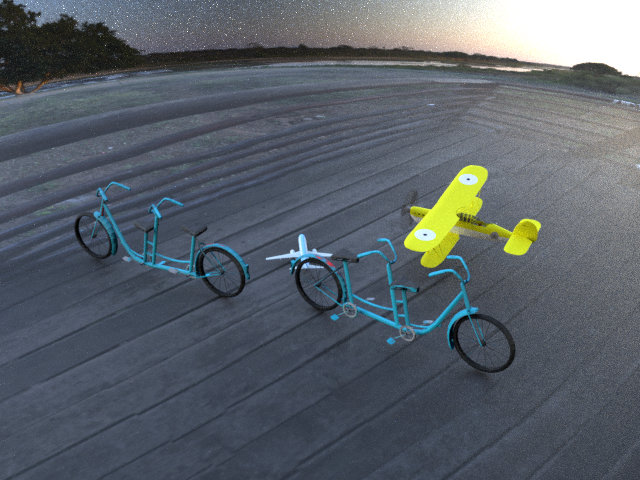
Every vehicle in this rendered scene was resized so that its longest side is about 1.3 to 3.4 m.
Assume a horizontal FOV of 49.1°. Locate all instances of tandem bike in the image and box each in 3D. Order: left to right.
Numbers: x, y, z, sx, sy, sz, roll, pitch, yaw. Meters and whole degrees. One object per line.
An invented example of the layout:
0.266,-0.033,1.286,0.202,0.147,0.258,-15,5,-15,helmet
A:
-2.361,-0.039,9.981,3.192,1.326,0.550,14,30,25,tandem bike
0.912,0.646,8.643,3.192,1.326,0.550,18,32,31,tandem bike

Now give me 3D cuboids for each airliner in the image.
-0.246,0.113,10.670,1.161,0.429,1.307,-2,27,-4,airliner

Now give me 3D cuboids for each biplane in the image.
2.244,-0.210,10.695,2.120,0.981,2.598,15,31,27,biplane
